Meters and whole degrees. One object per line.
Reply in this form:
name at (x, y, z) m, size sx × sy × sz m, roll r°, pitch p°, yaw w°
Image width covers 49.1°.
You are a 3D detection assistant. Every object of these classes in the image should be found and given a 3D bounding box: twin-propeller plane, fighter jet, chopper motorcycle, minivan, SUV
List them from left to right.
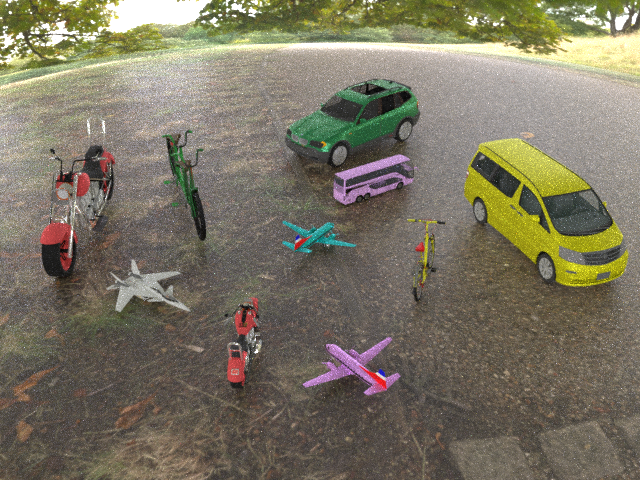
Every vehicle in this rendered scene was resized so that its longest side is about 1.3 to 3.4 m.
chopper motorcycle at (-3.762, -0.745, 10.901) m, size 0.906 × 1.480 × 3.040 m, roll 0°, pitch 31°, yaw 0°
fighter jet at (-2.288, 0.679, 9.670) m, size 1.358 × 0.286 × 1.147 m, roll 20°, pitch 36°, yaw 30°
chopper motorcycle at (-0.913, 1.102, 8.491) m, size 0.466 × 0.761 × 1.563 m, roll 1°, pitch 31°, yaw 2°
twin-propeller plane at (-0.082, -0.088, 10.844) m, size 1.370 × 0.407 × 1.095 m, roll 19°, pitch 36°, yaw 29°
twin-propeller plane at (0.409, 1.453, 8.246) m, size 1.370 × 0.407 × 1.095 m, roll -22°, pitch 37°, yaw -33°
SUV at (0.702, -2.445, 14.112) m, size 3.058 × 1.128 × 1.276 m, roll -25°, pitch 39°, yaw -36°
minivan at (3.420, -0.493, 10.753) m, size 1.324 × 1.197 × 3.011 m, roll -10°, pitch 32°, yaw -17°

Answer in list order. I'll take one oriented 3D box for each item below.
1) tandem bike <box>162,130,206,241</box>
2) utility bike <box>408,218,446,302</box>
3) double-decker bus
tandem bike at (-2.299, -1.177, 11.780) m, size 0.550 × 1.326 × 3.192 m, roll -10°, pitch 32°, yaw -17°
utility bike at (1.428, 0.202, 9.828) m, size 0.535 × 0.946 × 1.435 m, roll 10°, pitch 32°, yaw 16°
double-decker bus at (0.991, -1.088, 12.400) m, size 1.672 × 0.541 × 0.389 m, roll -20°, pitch 36°, yaw -30°
